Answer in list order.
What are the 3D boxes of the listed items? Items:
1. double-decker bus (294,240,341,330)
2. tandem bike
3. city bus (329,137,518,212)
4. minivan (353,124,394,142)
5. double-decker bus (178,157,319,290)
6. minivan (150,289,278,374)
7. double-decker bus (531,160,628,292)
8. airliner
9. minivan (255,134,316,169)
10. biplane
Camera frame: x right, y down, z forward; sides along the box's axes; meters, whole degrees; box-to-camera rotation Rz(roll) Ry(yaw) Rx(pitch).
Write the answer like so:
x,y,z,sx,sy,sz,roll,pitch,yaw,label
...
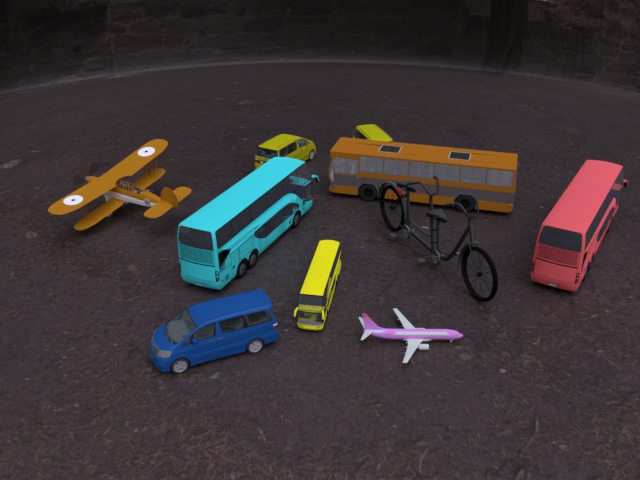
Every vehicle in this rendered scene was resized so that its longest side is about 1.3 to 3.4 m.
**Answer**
x,y,z,sx,sy,sz,roll,pitch,yaw,label
0.004,0.605,9.545,0.389,0.541,1.672,5,28,9,double-decker bus
1.667,-0.282,10.387,0.550,1.326,3.192,-12,30,-22,tandem bike
1.823,-1.147,12.494,3.255,0.894,0.926,8,29,14,city bus
1.158,-1.813,14.060,0.681,0.616,1.548,-8,29,-16,minivan
-1.027,-0.384,10.875,0.756,1.052,3.251,12,30,21,double-decker bus
-1.303,1.091,8.540,1.548,0.616,0.681,-12,30,-22,minivan
4.049,-0.339,10.790,0.756,1.052,3.251,15,31,27,double-decker bus
1.145,1.095,8.733,1.307,0.429,1.161,0,28,0,airliner
-0.666,-1.778,13.994,0.681,0.616,1.548,15,31,26,minivan
-3.206,-0.777,11.698,2.120,0.981,2.598,15,31,27,biplane
